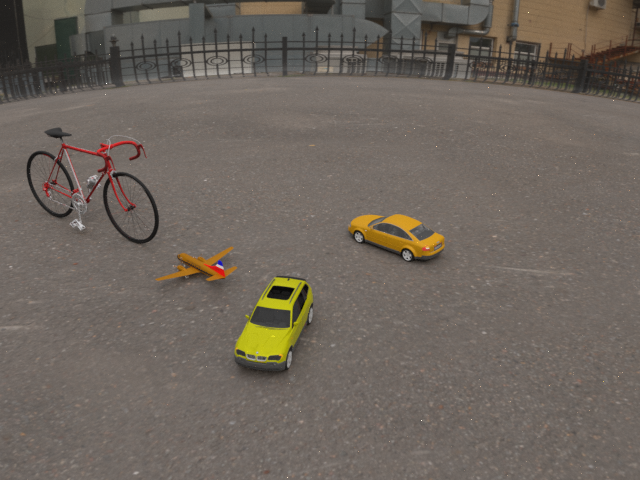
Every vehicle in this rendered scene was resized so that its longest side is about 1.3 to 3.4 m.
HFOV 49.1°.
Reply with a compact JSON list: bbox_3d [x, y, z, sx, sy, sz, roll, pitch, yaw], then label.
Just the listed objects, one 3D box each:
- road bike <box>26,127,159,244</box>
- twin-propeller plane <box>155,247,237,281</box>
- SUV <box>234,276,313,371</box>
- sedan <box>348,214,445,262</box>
[{"bbox_3d":[-3.682,-0.923,11.042,3.004,1.656,0.697,15,30,29],"label":"road bike"},{"bbox_3d":[-1.694,0.328,9.907,1.095,0.407,1.370,22,34,38],"label":"twin-propeller plane"},{"bbox_3d":[-0.523,0.962,8.419,0.656,0.580,1.572,6,27,12],"label":"SUV"},{"bbox_3d":[1.148,-0.125,10.746,1.613,0.483,0.635,21,33,37],"label":"sedan"}]
